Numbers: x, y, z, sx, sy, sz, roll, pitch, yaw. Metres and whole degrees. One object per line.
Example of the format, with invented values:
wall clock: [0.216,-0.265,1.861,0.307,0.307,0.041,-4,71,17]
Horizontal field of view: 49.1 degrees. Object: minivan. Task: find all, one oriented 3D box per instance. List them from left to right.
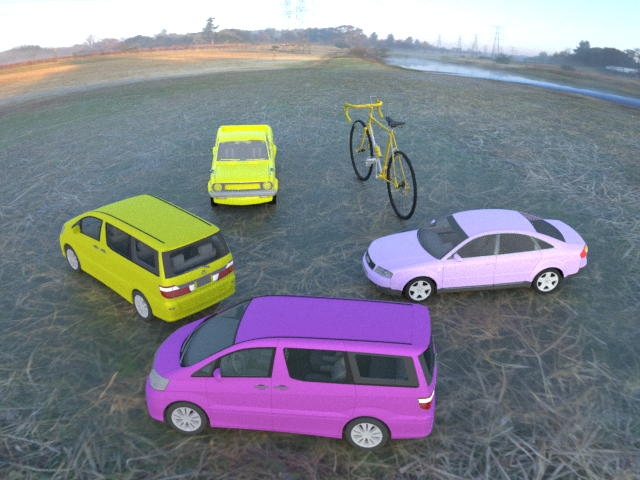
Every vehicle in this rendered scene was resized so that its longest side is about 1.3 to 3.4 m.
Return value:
minivan: [-2.498,0.062,9.685,3.011,1.197,1.324,24,35,39]
minivan: [-0.310,1.270,7.265,3.011,1.197,1.324,3,27,7]

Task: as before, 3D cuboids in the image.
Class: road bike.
road bike: [1.065,-1.519,12.338,0.696,1.656,3.004,-8,28,-16]

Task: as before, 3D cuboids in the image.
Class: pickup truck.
pickup truck: [-1.435,-1.573,13.189,1.244,0.993,3.117,-2,27,-4]

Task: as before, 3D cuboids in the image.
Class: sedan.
sedan: [2.163,0.129,9.839,3.137,0.940,1.235,-4,27,-7]
